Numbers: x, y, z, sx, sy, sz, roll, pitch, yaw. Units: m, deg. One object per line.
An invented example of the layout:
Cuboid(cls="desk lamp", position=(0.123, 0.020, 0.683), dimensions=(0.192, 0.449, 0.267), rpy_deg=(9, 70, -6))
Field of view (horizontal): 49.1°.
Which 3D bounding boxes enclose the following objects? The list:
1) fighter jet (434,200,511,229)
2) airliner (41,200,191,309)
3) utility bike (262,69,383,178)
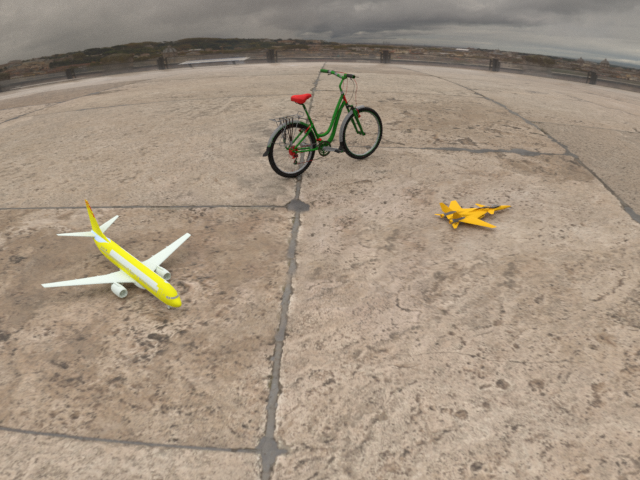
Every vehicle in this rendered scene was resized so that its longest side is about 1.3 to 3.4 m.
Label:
Cuboid(cls="fighter jet", position=(2.626, -0.520, 11.576), dimensions=(1.358, 0.286, 1.147), rpy_deg=(-12, 30, -22))
Cuboid(cls="airliner", position=(-2.618, 0.191, 9.606), dimensions=(2.257, 0.835, 2.541), rpy_deg=(-23, 35, -37))
Cuboid(cls="utility bike", position=(0.049, -2.260, 13.250), dimensions=(2.791, 1.839, 1.039), rpy_deg=(-18, 32, -31))
